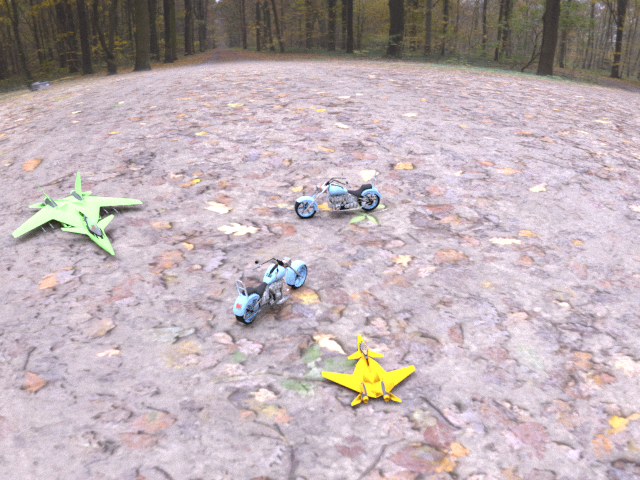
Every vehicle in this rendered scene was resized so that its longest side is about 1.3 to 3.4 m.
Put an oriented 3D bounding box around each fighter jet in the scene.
[{"bbox_3d":[0.583,1.487,8.616,1.147,0.286,1.358,-3,28,-5],"label":"fighter jet"},{"bbox_3d":[-4.021,-0.424,11.881,2.229,0.557,2.640,-19,34,-31],"label":"fighter jet"}]

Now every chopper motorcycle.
[{"bbox_3d":[0.324,-0.794,12.353,1.563,0.761,0.466,-6,29,-11],"label":"chopper motorcycle"},{"bbox_3d":[-0.664,0.584,9.793,0.466,0.761,1.563,17,33,29],"label":"chopper motorcycle"}]
